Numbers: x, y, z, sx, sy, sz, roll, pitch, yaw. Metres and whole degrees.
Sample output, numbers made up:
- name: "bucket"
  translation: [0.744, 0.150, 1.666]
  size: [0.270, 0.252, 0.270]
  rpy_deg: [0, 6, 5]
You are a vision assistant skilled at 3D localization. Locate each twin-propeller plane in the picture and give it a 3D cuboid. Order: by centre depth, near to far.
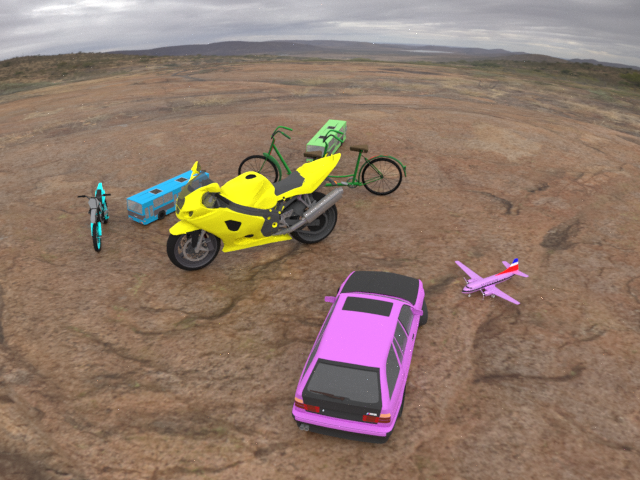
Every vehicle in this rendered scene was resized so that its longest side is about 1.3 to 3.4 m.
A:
- name: "twin-propeller plane"
  translation: [2.540, 0.565, 10.390]
  size: [1.095, 0.407, 1.370]
  rpy_deg: [-15, 32, -26]

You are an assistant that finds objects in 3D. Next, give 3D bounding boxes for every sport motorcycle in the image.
- name: "sport motorcycle"
  translation: [-1.001, -0.466, 11.033]
  size: [2.955, 1.596, 0.983]
  rpy_deg: [-13, 31, -23]

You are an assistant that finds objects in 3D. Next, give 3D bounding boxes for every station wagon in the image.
- name: "station wagon"
  translation: [0.600, 1.161, 8.769]
  size: [1.327, 0.920, 3.105]
  rpy_deg: [7, 30, 13]

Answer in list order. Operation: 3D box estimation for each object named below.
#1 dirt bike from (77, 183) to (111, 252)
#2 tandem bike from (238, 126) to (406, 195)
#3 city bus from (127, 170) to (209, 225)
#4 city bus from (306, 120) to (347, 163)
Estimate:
- name: "dirt bike"
  translation: [-3.713, -0.446, 11.764]
  size: [0.527, 0.857, 1.493]
  rpy_deg: [-4, 29, -8]
- name: "tandem bike"
  translation: [0.032, -1.459, 13.124]
  size: [3.192, 1.326, 0.550]
  rpy_deg: [1, 29, 3]
- name: "city bus"
  translation: [-2.731, -0.788, 12.800]
  size: [0.476, 0.460, 1.674]
  rpy_deg: [19, 34, 31]
- name: "city bus"
  translation: [0.159, -2.127, 15.240]
  size: [0.476, 0.460, 1.674]
  rpy_deg: [9, 30, 15]
